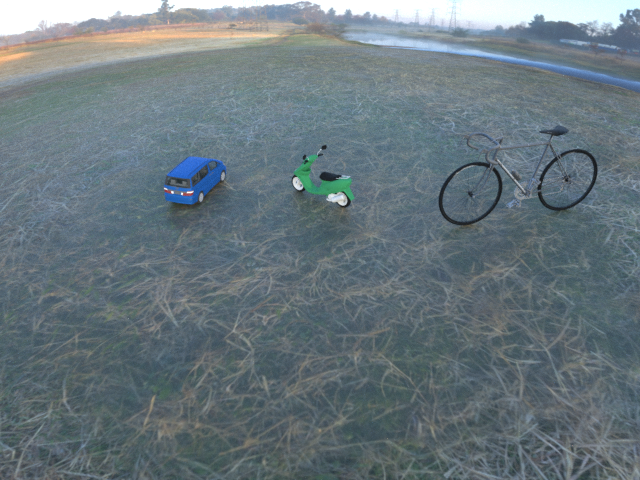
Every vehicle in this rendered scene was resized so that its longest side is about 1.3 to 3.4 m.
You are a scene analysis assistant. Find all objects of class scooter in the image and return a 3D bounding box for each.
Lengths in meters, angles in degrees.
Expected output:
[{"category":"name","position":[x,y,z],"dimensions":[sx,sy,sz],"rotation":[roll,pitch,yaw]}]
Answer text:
[{"category":"scooter","position":[0.032,-1.137,12.485],"dimensions":[1.399,0.919,0.662],"rotation":[22,37,32]}]

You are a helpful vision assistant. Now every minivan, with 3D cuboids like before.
[{"category":"minivan","position":[-2.269,-1.188,12.872],"dimensions":[0.681,0.616,1.548],"rotation":[9,32,15]}]

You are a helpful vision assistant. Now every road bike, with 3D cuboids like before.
[{"category":"road bike","position":[3.382,-1.105,11.702],"dimensions":[3.004,1.656,0.697],"rotation":[-9,31,-14]}]
